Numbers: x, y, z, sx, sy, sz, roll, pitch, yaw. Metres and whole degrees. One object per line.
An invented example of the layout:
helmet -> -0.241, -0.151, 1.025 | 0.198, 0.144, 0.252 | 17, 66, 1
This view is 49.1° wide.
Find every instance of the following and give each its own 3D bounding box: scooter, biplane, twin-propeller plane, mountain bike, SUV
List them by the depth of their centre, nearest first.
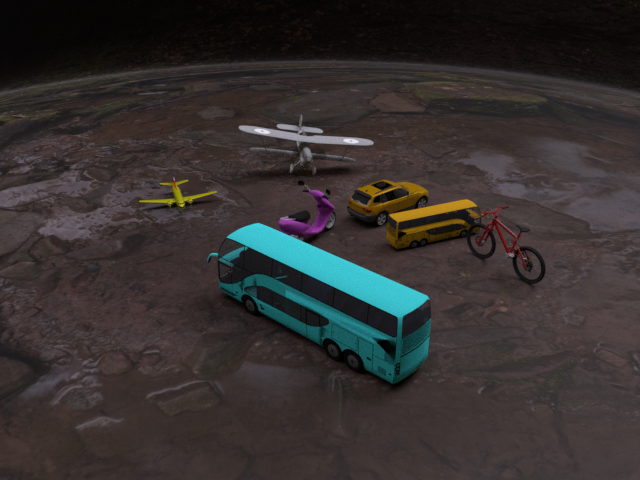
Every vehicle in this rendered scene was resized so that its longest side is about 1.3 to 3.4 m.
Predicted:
mountain bike -> 2.721, 0.048, 10.268 | 0.573, 0.868, 1.469 | -18, 33, -31
scooter -> -0.191, -0.393, 11.053 | 0.662, 0.919, 1.399 | 21, 34, 34
SUV -> 1.192, -0.735, 12.066 | 1.572, 0.580, 0.656 | -21, 34, -34
twin-propeller plane -> -2.532, -0.841, 12.454 | 1.370, 0.407, 1.095 | -9, 29, -16
biplane -> -0.283, -1.910, 13.872 | 2.598, 0.981, 2.120 | -3, 28, -6

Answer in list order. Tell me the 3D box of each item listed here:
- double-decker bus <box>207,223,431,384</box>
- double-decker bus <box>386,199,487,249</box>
double-decker bus -> -0.096, 0.683, 8.863 | 3.251, 1.052, 0.756 | 23, 35, 37
double-decker bus -> 1.861, -0.264, 11.213 | 1.672, 0.541, 0.389 | -12, 30, -21
